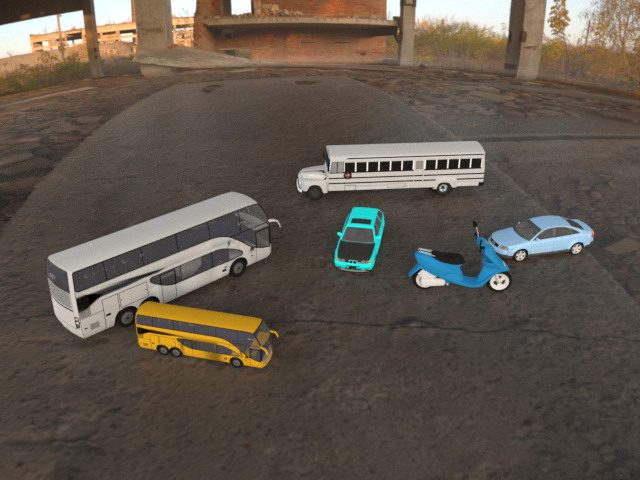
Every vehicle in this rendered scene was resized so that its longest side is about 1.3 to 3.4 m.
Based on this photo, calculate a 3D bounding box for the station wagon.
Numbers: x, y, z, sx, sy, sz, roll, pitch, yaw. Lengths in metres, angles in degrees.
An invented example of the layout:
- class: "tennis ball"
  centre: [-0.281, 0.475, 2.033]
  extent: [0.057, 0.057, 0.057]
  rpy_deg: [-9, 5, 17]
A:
- class: "station wagon"
  centre: [0.612, -0.060, 10.578]
  extent: [0.682, 0.473, 1.597]
  rpy_deg: [5, 27, 10]

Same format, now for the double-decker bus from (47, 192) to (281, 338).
- class: "double-decker bus"
  centre: [-1.974, 0.222, 9.392]
  extent: [0.756, 1.052, 3.251]
  rpy_deg: [24, 36, 39]

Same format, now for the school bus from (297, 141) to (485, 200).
- class: "school bus"
  centre: [1.244, -1.272, 12.543]
  extent: [3.322, 0.844, 0.709]
  rpy_deg: [-2, 27, -5]

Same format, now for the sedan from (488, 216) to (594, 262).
- class: "sedan"
  centre: [3.341, -0.071, 10.589]
  extent: [1.613, 0.483, 0.635]
  rpy_deg: [-6, 28, -12]

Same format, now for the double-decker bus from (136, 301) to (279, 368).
- class: "double-decker bus"
  centre: [-1.338, 1.113, 8.208]
  extent: [1.672, 0.541, 0.389]
  rpy_deg: [7, 28, 13]

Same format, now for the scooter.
- class: "scooter"
  centre: [1.912, 0.280, 9.424]
  extent: [1.399, 0.919, 0.662]
  rpy_deg: [2, 27, 3]
